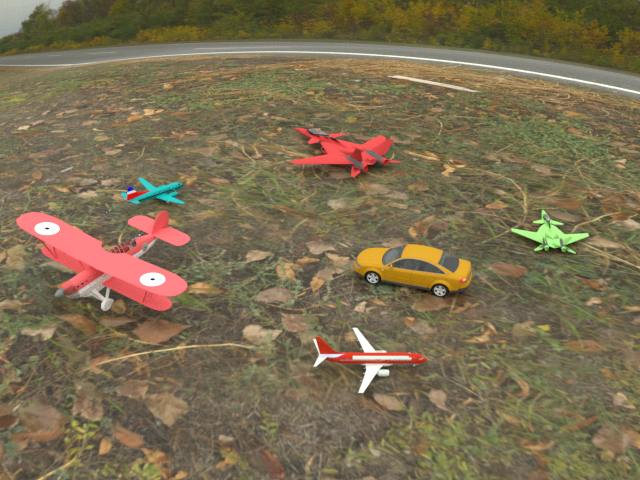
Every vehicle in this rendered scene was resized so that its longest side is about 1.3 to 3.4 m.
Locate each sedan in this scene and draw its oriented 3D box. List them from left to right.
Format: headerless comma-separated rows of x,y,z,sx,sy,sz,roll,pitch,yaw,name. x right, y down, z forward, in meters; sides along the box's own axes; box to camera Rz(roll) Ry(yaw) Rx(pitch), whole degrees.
1.256,0.341,9.547,1.613,0.483,0.635,10,31,17,sedan

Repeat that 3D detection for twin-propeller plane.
-2.751,-0.833,11.721,1.095,0.407,1.370,-25,38,-37,twin-propeller plane

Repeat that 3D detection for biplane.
-2.630,0.258,9.186,2.598,0.981,2.120,15,32,24,biplane

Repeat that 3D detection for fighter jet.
0.263,-1.956,13.571,2.229,0.557,2.640,-20,35,-32,fighter jet
3.531,-0.232,10.771,1.147,0.286,1.358,4,29,7,fighter jet

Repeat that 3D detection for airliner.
0.577,1.267,7.949,1.307,0.429,1.161,0,29,-1,airliner
